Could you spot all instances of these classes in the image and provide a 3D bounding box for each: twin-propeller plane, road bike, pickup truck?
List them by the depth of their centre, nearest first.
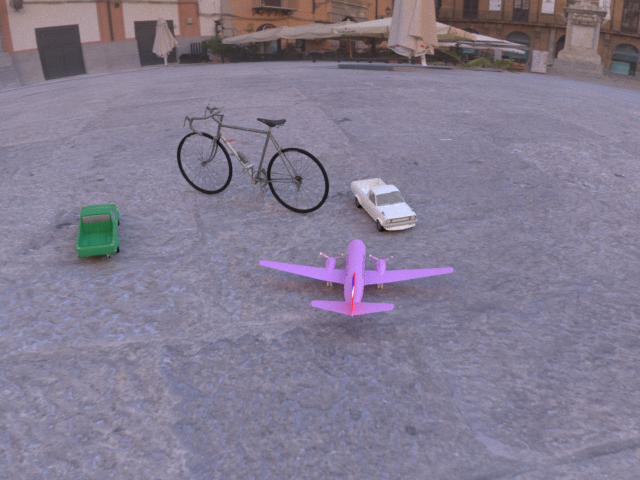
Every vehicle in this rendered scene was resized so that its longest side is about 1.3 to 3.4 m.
[{"bbox_3d":[0.471,0.392,9.422,2.663,0.792,2.129,2,28,4],"label":"twin-propeller plane"},{"bbox_3d":[-3.444,-0.195,10.851,0.640,0.511,1.603,-7,28,-12],"label":"pickup truck"},{"bbox_3d":[1.047,-0.662,11.745,0.640,0.511,1.603,-9,29,-16],"label":"pickup truck"},{"bbox_3d":[-1.209,-1.386,11.895,3.004,1.656,0.697,12,30,22],"label":"road bike"}]
